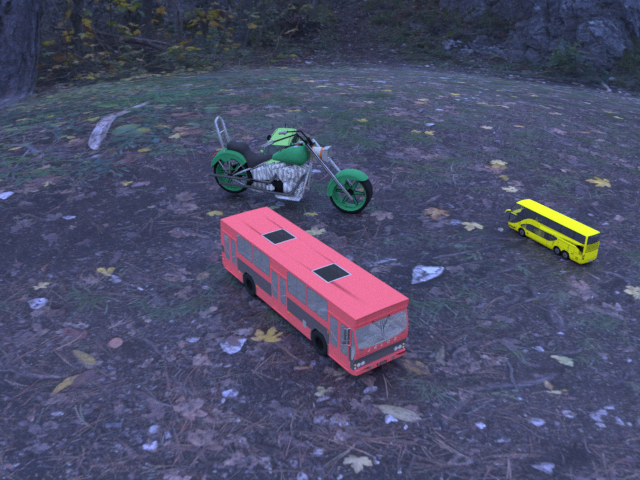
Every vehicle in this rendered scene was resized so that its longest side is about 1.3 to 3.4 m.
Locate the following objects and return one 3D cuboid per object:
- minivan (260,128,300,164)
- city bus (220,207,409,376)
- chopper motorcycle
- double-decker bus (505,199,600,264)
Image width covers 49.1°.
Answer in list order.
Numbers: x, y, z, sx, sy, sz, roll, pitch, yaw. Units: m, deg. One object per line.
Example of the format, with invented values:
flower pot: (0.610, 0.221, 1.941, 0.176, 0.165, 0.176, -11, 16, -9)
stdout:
minivan: (-0.809, -1.774, 14.255, 0.681, 0.616, 1.548, 4, 27, 8)
city bus: (-0.203, 0.582, 9.294, 0.926, 0.894, 3.255, -18, 32, -31)
chopper motorcycle: (-0.547, -1.339, 12.439, 3.040, 1.480, 0.906, 9, 28, 17)
double-decker bus: (3.681, -0.171, 11.171, 0.389, 0.541, 1.672, -15, 30, -27)
